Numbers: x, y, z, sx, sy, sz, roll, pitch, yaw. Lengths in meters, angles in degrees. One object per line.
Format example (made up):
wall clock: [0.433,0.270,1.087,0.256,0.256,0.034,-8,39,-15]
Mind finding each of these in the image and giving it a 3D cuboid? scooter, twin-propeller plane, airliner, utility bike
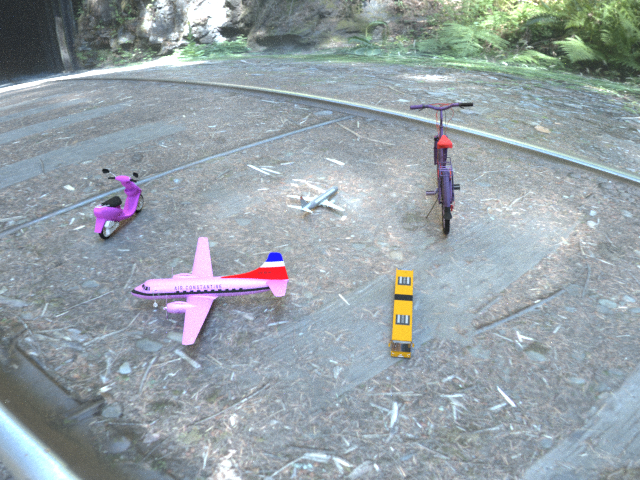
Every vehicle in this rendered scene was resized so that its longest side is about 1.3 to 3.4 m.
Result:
scooter: [-3.298,-0.651,11.474,0.662,0.919,1.399,8,30,15]
twin-propeller plane: [-1.487,0.543,9.442,2.129,0.792,2.663,-2,29,-4]
airliner: [-0.010,-0.790,12.232,1.161,0.429,1.307,16,33,27]
utility bike: [1.987,-1.326,11.746,1.039,1.839,2.791,3,29,5]

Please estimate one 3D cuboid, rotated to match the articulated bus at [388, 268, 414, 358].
articulated bus: [1.096,0.925,9.271,0.311,0.289,1.749,4,29,6]
